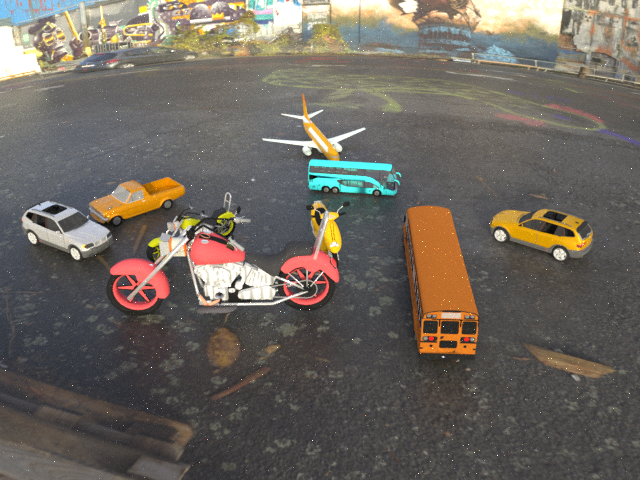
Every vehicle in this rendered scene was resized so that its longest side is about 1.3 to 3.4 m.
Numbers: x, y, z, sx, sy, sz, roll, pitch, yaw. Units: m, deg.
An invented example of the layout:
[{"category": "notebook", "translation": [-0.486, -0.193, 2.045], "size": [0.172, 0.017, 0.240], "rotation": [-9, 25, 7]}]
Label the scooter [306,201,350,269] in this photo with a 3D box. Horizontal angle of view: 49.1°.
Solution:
[{"category": "scooter", "translation": [0.085, -0.209, 10.607], "size": [0.662, 0.919, 1.399], "rotation": [-6, 29, -11]}]

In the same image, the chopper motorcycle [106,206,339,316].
[{"category": "chopper motorcycle", "translation": [-1.270, 0.303, 9.085], "size": [3.040, 1.480, 0.906], "rotation": [0, 29, 0]}]

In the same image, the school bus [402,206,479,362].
[{"category": "school bus", "translation": [1.565, 0.392, 9.584], "size": [0.709, 0.844, 3.322], "rotation": [1, 29, 2]}]

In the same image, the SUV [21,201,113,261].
[{"category": "SUV", "translation": [-3.962, -0.187, 10.919], "size": [1.572, 0.580, 0.656], "rotation": [16, 33, 27]}]

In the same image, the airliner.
[{"category": "airliner", "translation": [-0.026, -2.280, 14.484], "size": [2.257, 0.835, 2.541], "rotation": [-8, 30, -15]}]

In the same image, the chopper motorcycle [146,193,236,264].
[{"category": "chopper motorcycle", "translation": [-1.954, -0.184, 10.726], "size": [1.563, 0.761, 0.466], "rotation": [-23, 36, -35]}]

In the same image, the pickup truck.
[{"category": "pickup truck", "translation": [-3.121, -0.732, 11.989], "size": [1.603, 0.511, 0.640], "rotation": [-23, 36, -36]}]

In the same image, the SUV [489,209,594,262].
[{"category": "SUV", "translation": [3.438, -0.179, 10.904], "size": [1.572, 0.580, 0.656], "rotation": [21, 35, 33]}]

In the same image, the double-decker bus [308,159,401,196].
[{"category": "double-decker bus", "translation": [0.618, -1.126, 12.678], "size": [1.672, 0.541, 0.389], "rotation": [4, 29, 8]}]
